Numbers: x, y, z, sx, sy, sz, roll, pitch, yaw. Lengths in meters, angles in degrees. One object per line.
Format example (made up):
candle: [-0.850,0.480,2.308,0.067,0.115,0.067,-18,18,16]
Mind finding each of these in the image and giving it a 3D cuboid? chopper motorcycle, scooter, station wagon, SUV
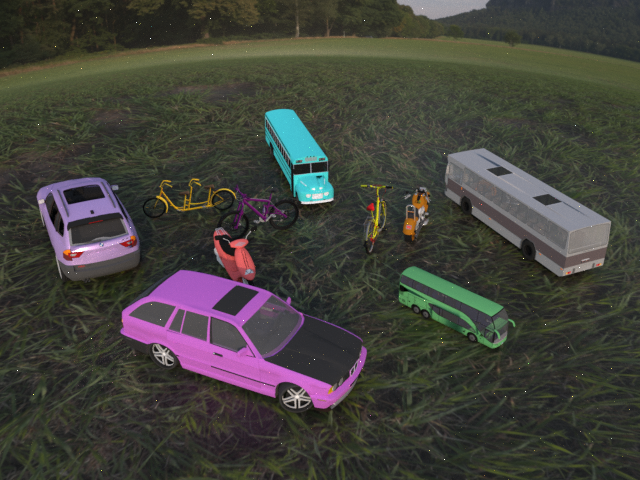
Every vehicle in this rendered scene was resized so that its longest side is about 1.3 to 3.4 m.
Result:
chopper motorcycle: [1.665,-0.548,11.888,0.466,0.761,1.563,9,30,16]
scooter: [-1.278,0.199,10.381,0.662,0.919,1.399,-15,32,-25]
station wagon: [-0.960,1.133,8.698,3.105,0.920,1.327,13,32,22]
SUV: [-3.771,-0.397,11.239,1.276,1.128,3.058,-14,32,-23]

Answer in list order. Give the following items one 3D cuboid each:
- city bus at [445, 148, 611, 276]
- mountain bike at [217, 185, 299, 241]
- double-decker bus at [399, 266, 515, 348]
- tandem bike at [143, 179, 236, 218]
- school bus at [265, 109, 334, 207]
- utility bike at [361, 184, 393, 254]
city bus: [3.312,-0.522,11.704,0.926,0.894,3.255,-12,31,-21]
mountain bike: [-1.019,-0.464,11.627,1.469,0.868,0.573,-14,32,-23]
double-decker bus: [1.808,0.908,9.493,1.672,0.541,0.389,25,38,38]
tandem bike: [-2.304,-0.761,12.354,1.642,0.682,0.283,-7,30,-13]
school bus: [-0.451,-1.673,13.830,0.709,0.844,3.322,-7,30,-13]
utility bike: [0.869,-0.406,11.443,0.535,0.946,1.435,9,30,15]
